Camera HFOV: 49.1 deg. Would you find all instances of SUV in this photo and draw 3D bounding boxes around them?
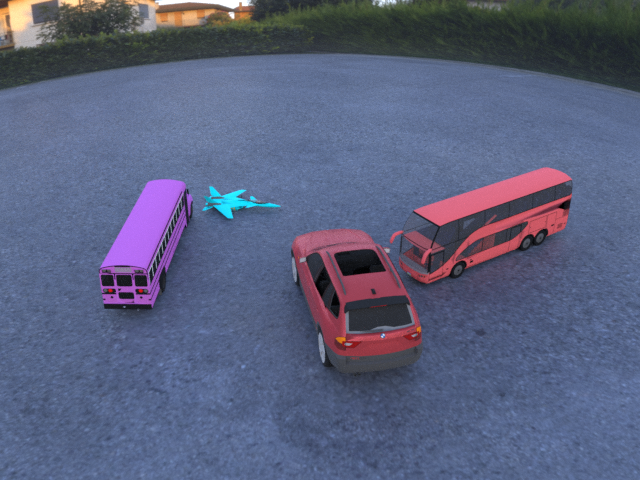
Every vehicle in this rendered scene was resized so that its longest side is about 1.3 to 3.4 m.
[{"bbox_3d":[0.417,0.566,9.351,1.276,1.128,3.058,-6,30,-11],"label":"SUV"}]

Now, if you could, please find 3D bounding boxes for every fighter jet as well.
[{"bbox_3d":[-1.371,-0.709,12.476,1.358,0.286,1.147,3,30,6],"label":"fighter jet"}]

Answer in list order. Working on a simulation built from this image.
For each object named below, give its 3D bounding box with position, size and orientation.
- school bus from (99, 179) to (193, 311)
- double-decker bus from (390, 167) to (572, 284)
[{"bbox_3d":[-2.573,-0.095,10.817,0.709,0.844,3.322,1,29,1],"label":"school bus"},{"bbox_3d":[2.589,-0.248,10.876,3.251,1.052,0.756,-18,34,-29],"label":"double-decker bus"}]
